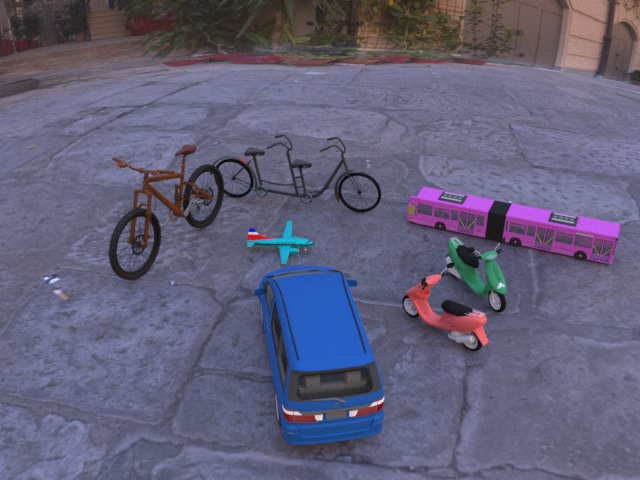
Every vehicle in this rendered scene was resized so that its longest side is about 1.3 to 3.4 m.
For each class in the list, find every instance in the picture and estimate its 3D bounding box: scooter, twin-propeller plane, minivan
[{"bbox_3d":[2.248,0.361,10.079,0.662,0.919,1.399,-14,33,-23],"label":"scooter"},{"bbox_3d":[-0.625,-0.005,11.218,1.095,0.407,1.370,1,30,2],"label":"twin-propeller plane"},{"bbox_3d":[1.641,0.855,9.230,0.662,0.919,1.399,-25,38,-36],"label":"scooter"},{"bbox_3d":[-0.080,1.093,8.545,1.324,1.197,3.011,-5,31,-8],"label":"minivan"}]

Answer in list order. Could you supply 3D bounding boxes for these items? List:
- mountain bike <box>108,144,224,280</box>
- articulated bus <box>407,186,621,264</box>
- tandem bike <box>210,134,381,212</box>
[{"bbox_3d":[-2.351,-0.596,10.960,1.114,1.688,2.857,14,33,23],"label":"mountain bike"},{"bbox_3d":[3.129,-0.275,11.529,3.401,0.561,0.605,13,33,21],"label":"articulated bus"},{"bbox_3d":[-0.476,-1.219,12.392,3.192,1.326,0.550,8,31,13],"label":"tandem bike"}]
